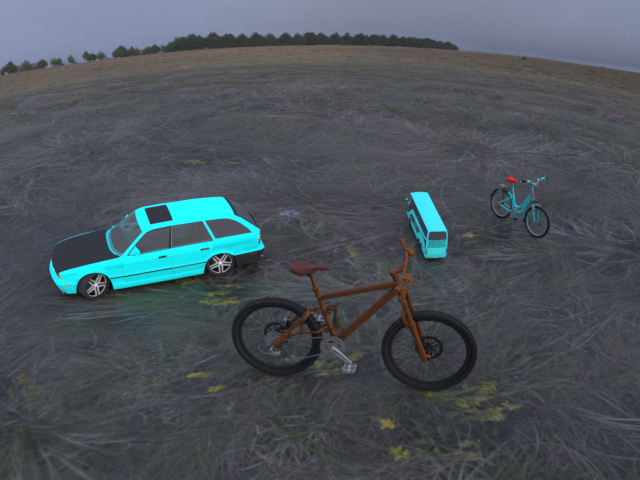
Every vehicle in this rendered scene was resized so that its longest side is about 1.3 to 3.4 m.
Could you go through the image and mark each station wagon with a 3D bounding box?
[{"bbox_3d":[-2.451,0.023,10.521,3.105,0.920,1.327,-10,30,-18],"label":"station wagon"}]

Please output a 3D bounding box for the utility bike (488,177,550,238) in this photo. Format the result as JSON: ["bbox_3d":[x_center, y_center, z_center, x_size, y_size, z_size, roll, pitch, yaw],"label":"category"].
[{"bbox_3d":[3.402,-0.671,11.800,0.535,0.946,1.435,-15,31,-26],"label":"utility bike"}]

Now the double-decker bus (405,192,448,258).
[{"bbox_3d":[1.738,-0.285,11.505,0.389,0.541,1.672,-2,28,-4],"label":"double-decker bus"}]

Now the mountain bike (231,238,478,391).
[{"bbox_3d":[0.366,0.945,7.965,2.857,1.688,1.114,4,28,8],"label":"mountain bike"}]
